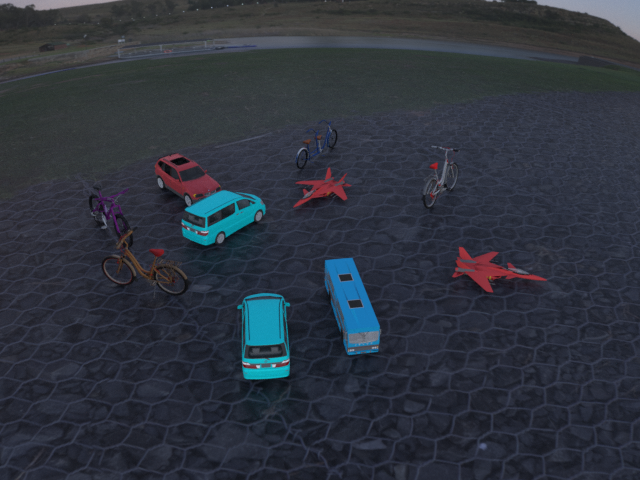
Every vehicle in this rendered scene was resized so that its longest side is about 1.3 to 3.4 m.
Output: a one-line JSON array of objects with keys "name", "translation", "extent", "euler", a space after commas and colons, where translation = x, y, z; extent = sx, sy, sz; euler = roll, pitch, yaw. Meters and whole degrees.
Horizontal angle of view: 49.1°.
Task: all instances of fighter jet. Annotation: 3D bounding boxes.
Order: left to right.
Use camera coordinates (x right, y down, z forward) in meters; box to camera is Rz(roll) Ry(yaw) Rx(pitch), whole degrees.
[{"name": "fighter jet", "translation": [-0.054, -0.923, 12.738], "extent": [1.147, 0.286, 1.358], "euler": [21, 37, 32]}, {"name": "fighter jet", "translation": [2.697, 0.421, 10.446], "extent": [1.358, 0.286, 1.147], "euler": [8, 31, 14]}]

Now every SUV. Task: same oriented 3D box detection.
[{"name": "SUV", "translation": [-2.435, -1.130, 12.800], "extent": [0.656, 0.580, 1.572], "euler": [-24, 38, -34]}]

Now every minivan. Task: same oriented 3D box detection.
[{"name": "minivan", "translation": [-1.570, -0.460, 11.623], "extent": [0.681, 0.616, 1.548], "euler": [21, 36, 31]}, {"name": "minivan", "translation": [-0.707, 1.111, 8.943], "extent": [0.681, 0.616, 1.548], "euler": [-3, 30, -4]}]

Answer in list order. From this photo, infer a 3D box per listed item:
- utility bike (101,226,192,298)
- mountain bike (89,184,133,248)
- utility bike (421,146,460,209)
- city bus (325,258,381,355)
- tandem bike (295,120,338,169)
[{"name": "utility bike", "translation": [-2.512, 0.366, 9.888], "extent": [1.435, 0.946, 0.535], "euler": [9, 32, 15]}, {"name": "mountain bike", "translation": [-3.431, -0.452, 11.360], "extent": [0.573, 0.868, 1.469], "euler": [-23, 38, -34]}, {"name": "utility bike", "translation": [2.123, -1.169, 12.505], "extent": [0.535, 0.946, 1.435], "euler": [19, 35, 29]}, {"name": "city bus", "translation": [0.408, 0.877, 9.496], "extent": [0.476, 0.460, 1.674], "euler": [-5, 31, -8]}, {"name": "tandem bike", "translation": [-0.057, -1.969, 14.131], "extent": [0.283, 0.682, 1.642], "euler": [17, 34, 26]}]
